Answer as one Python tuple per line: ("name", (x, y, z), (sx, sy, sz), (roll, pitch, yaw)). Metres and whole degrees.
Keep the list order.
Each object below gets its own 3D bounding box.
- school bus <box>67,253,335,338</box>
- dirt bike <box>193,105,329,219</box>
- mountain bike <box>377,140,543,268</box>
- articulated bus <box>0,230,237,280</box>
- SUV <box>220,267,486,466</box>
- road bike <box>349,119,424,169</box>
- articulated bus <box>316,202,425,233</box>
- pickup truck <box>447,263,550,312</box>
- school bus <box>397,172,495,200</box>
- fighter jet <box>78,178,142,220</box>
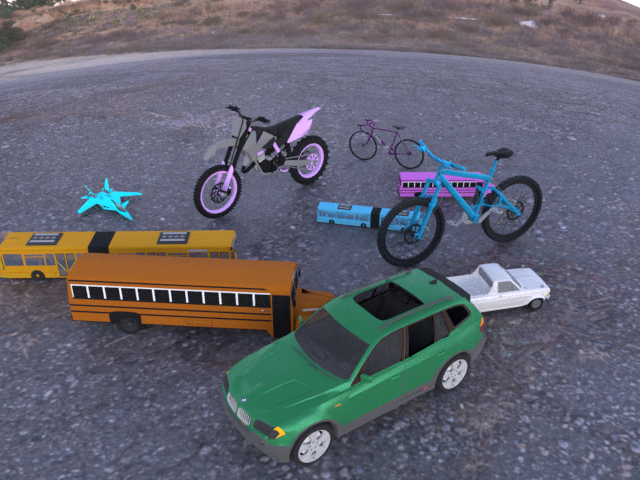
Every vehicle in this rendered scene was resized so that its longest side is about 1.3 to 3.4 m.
("school bus", (-1.419, 0.695, 8.774), (3.322, 0.844, 0.709), (2, 29, 4))
("dirt bike", (-0.915, -1.425, 11.740), (2.903, 1.666, 1.024), (-25, 37, -37))
("mountain bike", (2.102, -0.549, 10.143), (2.857, 1.688, 1.114), (-13, 31, -21))
("articulated bus", (-2.865, 0.205, 9.946), (3.401, 0.561, 0.605), (-1, 29, -1))
("SUV", (0.421, 1.210, 7.556), (3.058, 1.128, 1.276), (-19, 34, -30))
("road bike", (1.255, -1.833, 13.313), (1.545, 0.852, 0.358), (14, 32, 24))
("articulated bus", (0.805, -0.368, 11.256), (1.749, 0.289, 0.311), (7, 30, 12))
("pickup truck", (2.210, 0.631, 9.233), (1.603, 0.511, 0.640), (-7, 30, -12))
("school bus", (2.216, -0.941, 12.138), (1.708, 0.434, 0.365), (0, 29, 0))
("fighter jet", (-3.483, -0.653, 11.772), (1.147, 0.286, 1.358), (-22, 36, -34))
